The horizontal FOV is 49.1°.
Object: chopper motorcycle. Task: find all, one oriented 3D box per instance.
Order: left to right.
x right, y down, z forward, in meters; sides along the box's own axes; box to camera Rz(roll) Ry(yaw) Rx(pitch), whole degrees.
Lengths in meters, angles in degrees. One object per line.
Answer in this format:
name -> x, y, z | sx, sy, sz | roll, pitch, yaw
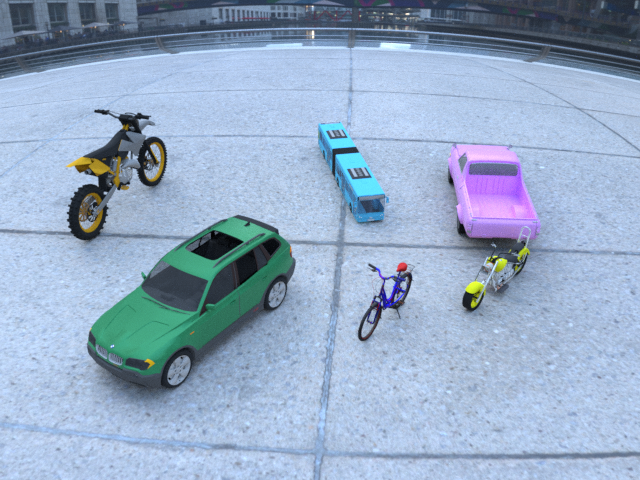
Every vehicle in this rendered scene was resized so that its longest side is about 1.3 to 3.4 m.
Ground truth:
chopper motorcycle -> 2.519, 0.395, 9.907 | 0.466, 0.761, 1.563 | 26, 40, 36

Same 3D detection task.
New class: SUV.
SUV -> -1.582, 0.670, 9.092 | 1.276, 1.128, 3.058 | 20, 36, 29

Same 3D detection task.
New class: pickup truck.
pickup truck -> 2.897, -0.944, 11.913 | 1.244, 0.993, 3.117 | 2, 31, 3

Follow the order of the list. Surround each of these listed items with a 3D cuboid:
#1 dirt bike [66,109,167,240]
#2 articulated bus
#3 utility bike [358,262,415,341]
dirt bike -> -3.390, -1.258, 11.781 | 1.024, 1.666, 2.903 | 10, 32, 16
articulated bus -> 0.521, -1.350, 13.009 | 0.605, 0.561, 3.401 | -6, 31, -10
utility bike -> 0.940, 0.710, 9.202 | 0.535, 0.946, 1.435 | 19, 36, 29
